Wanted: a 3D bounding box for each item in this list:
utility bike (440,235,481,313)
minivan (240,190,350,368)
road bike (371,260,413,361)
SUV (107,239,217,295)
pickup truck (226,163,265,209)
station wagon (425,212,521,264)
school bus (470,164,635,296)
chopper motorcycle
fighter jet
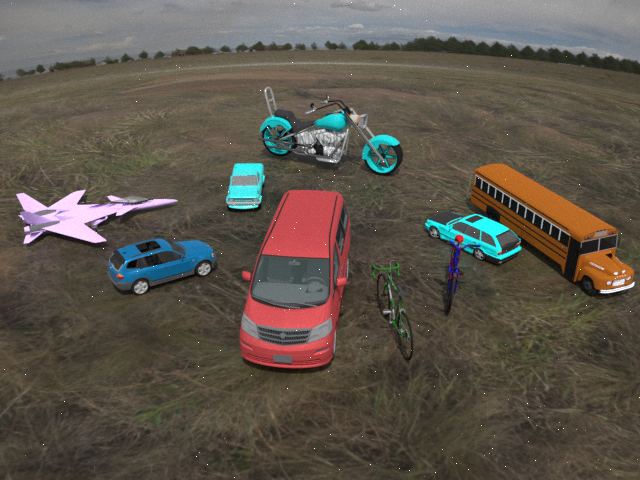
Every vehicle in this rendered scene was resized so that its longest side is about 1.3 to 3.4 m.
[{"bbox_3d":[1.916,0.347,9.724,0.535,0.946,1.435,6,28,11],"label":"utility bike"},{"bbox_3d":[-0.253,0.417,9.317,1.324,1.197,3.011,3,28,6],"label":"minivan"},{"bbox_3d":[0.941,0.840,8.878,0.358,0.852,1.545,-5,28,-10],"label":"road bike"},{"bbox_3d":[-2.301,0.290,10.228,1.572,0.580,0.656,-16,32,-28],"label":"SUV"},{"bbox_3d":[-1.360,-1.059,12.891,0.640,0.511,1.603,-1,28,-1],"label":"pickup truck"},{"bbox_3d":[2.413,-0.140,11.169,0.682,0.473,1.597,-21,34,-34],"label":"station wagon"},{"bbox_3d":[3.560,-0.244,10.967,0.709,0.844,3.322,-10,29,-19],"label":"school bus"},{"bbox_3d":[0.185,-2.188,14.009,3.040,1.480,0.906,11,29,20],"label":"chopper motorcycle"},{"bbox_3d":[-3.742,-0.600,11.961,2.640,0.557,2.229,-12,30,-22],"label":"fighter jet"}]
